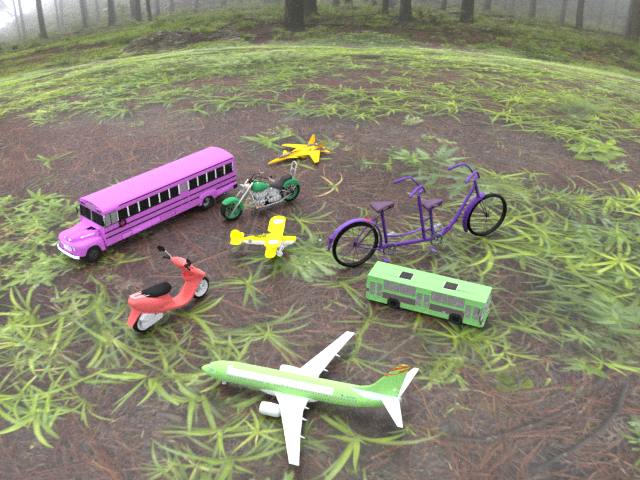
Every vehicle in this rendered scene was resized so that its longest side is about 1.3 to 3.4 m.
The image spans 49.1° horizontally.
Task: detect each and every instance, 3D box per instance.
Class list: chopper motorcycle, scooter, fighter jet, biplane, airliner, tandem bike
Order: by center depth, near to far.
[{"bbox_3d":[-0.211,1.527,8.008,2.541,0.835,2.257,9,32,15],"label":"airliner"},{"bbox_3d":[-2.043,0.630,9.447,0.662,0.919,1.399,22,37,33],"label":"scooter"},{"bbox_3d":[1.582,-0.395,10.787,3.192,1.326,0.550,-12,33,-20],"label":"tandem bike"},{"bbox_3d":[-0.855,-0.018,10.957,1.090,0.504,1.336,1,31,1],"label":"biplane"},{"bbox_3d":[-1.019,-0.857,12.126,1.563,0.761,0.466,-19,35,-29],"label":"chopper motorcycle"},{"bbox_3d":[-0.500,-1.798,14.193,1.358,0.286,1.147,-22,37,-32],"label":"fighter jet"}]

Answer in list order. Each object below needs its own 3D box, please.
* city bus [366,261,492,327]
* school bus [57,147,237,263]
[{"bbox_3d":[1.489,0.756,9.685,1.674,0.460,0.476,13,33,21],"label":"city bus"},{"bbox_3d":[-2.826,-0.650,11.694,0.709,0.844,3.322,24,38,34],"label":"school bus"}]
